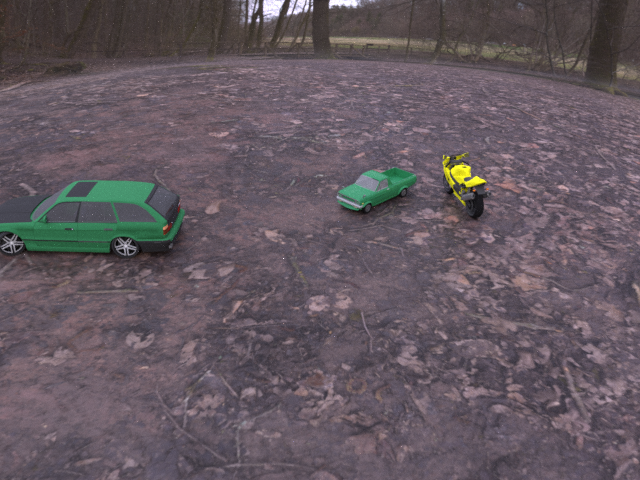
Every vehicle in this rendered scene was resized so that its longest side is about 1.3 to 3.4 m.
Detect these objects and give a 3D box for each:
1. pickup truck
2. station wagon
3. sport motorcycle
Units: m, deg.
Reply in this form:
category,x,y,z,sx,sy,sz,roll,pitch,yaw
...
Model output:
category,x,y,z,sx,sy,sz,roll,pitch,yaw
pickup truck,1.041,-0.974,12.648,1.603,0.511,0.640,-24,37,-37
station wagon,-3.791,-0.405,11.164,3.105,0.920,1.327,1,28,2
sport motorcycle,2.530,-0.994,12.359,0.506,0.821,1.520,-7,29,-13
